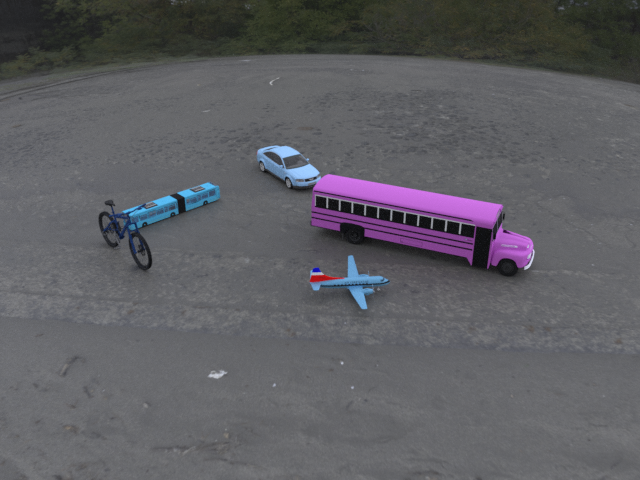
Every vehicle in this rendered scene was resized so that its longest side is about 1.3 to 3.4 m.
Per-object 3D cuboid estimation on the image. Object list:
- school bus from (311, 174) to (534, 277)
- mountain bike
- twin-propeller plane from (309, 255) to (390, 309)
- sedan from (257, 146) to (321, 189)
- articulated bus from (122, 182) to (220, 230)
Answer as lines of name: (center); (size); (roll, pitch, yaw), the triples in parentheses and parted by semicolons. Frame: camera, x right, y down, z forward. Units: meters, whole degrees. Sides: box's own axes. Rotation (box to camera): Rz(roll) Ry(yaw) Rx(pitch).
school bus: (1.497, -0.264, 10.390); (3.322, 0.844, 0.709); (12, 31, 21)
mountain bike: (-2.855, -0.135, 10.127); (0.573, 0.868, 1.469); (-24, 36, -37)
twin-propeller plane: (0.405, 0.525, 9.391); (1.095, 0.407, 1.370); (-3, 28, -5)
sedan: (-0.586, -1.395, 12.864); (0.635, 0.483, 1.613); (-18, 33, -29)
articulated bus: (-2.435, -0.574, 11.549); (1.749, 0.289, 0.311); (-24, 37, -37)
